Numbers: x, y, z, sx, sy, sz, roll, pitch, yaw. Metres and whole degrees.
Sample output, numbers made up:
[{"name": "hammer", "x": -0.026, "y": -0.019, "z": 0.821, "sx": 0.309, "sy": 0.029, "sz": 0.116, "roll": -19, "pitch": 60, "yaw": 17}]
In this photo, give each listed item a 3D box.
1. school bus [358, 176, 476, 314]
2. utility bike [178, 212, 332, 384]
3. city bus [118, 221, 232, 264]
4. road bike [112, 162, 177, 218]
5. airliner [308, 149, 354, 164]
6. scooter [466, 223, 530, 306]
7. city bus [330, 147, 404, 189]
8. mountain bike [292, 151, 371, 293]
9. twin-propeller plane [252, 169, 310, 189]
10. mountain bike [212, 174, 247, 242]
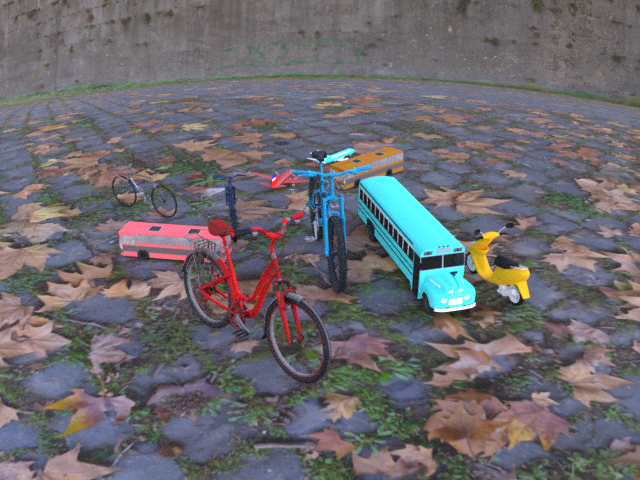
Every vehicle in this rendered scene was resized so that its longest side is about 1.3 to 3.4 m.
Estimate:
[{"name": "school bus", "x": 1.381, "y": -0.010, "z": 10.546, "sx": 0.709, "sy": 0.844, "sz": 3.322, "roll": -7, "pitch": 27, "yaw": -13}, {"name": "utility bike", "x": -0.806, "y": 0.478, "z": 8.397, "sx": 2.791, "sy": 1.839, "sz": 1.039, "roll": 23, "pitch": 34, "yaw": 39}, {"name": "city bus", "x": -2.240, "y": 0.052, "z": 10.860, "sx": 1.674, "sy": 0.460, "sz": 0.476, "roll": 4, "pitch": 26, "yaw": 8}, {"name": "road bike", "x": -3.123, "y": -0.886, "z": 12.348, "sx": 1.545, "sy": 0.852, "sz": 0.358, "roll": 15, "pitch": 29, "yaw": 27}, {"name": "airliner", "x": 0.333, "y": -1.852, "z": 14.827, "sx": 1.161, "sy": 0.429, "sz": 1.307, "roll": 20, "pitch": 32, "yaw": 35}, {"name": "scooter", "x": 2.497, "y": 0.284, "z": 9.853, "sx": 0.662, "sy": 0.919, "sz": 1.399, "roll": -11, "pitch": 28, "yaw": -21}, {"name": "city bus", "x": 0.940, "y": -1.416, "z": 13.892, "sx": 1.674, "sy": 0.460, "sz": 0.476, "roll": -21, "pitch": 33, "yaw": -36}, {"name": "mountain bike", "x": 0.081, "y": -0.449, "z": 10.486, "sx": 1.114, "sy": 1.688, "sz": 2.857, "roll": -4, "pitch": 26, "yaw": -8}, {"name": "twin-propeller plane", "x": -0.722, "y": -1.225, "z": 13.558, "sx": 1.370, "sy": 0.407, "sz": 1.095, "roll": 8, "pitch": 27, "yaw": 17}, {"name": "mountain bike", "x": -1.473, "y": -0.577, "z": 11.691, "sx": 0.573, "sy": 0.868, "sz": 1.469, "roll": -4, "pitch": 26, "yaw": -9}]
